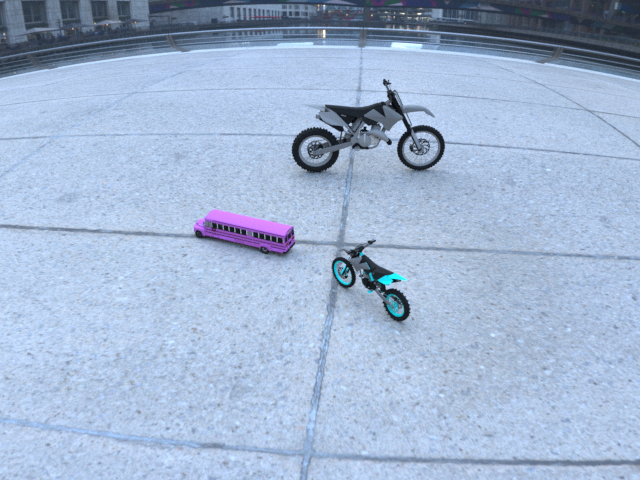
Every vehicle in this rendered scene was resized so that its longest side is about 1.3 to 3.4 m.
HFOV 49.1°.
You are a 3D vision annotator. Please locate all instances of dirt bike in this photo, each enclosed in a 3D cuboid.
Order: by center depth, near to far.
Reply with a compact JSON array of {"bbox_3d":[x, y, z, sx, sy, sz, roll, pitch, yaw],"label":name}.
[{"bbox_3d":[0.673,0.504,9.598,0.527,0.857,1.493,-25,39,-35],"label":"dirt bike"},{"bbox_3d":[0.916,-2.046,13.053,2.903,1.666,1.024,-1,31,-1],"label":"dirt bike"}]

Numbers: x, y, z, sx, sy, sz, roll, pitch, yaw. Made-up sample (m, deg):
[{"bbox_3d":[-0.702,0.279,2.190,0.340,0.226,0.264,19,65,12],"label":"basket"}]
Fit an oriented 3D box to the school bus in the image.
[{"bbox_3d":[-1.238,-0.147,11.091,1.708,0.434,0.365,13,33,20],"label":"school bus"}]
